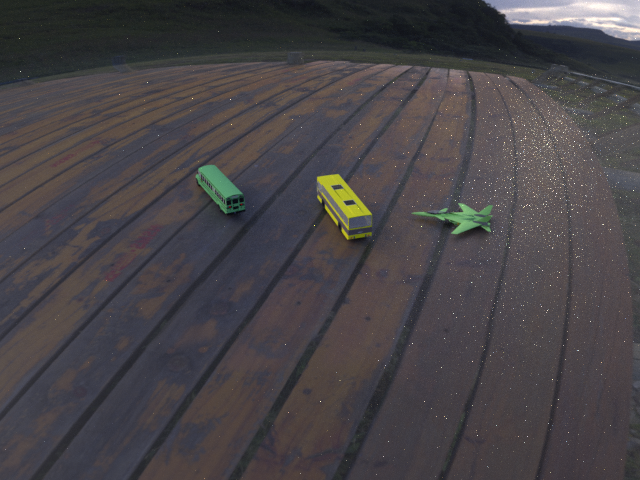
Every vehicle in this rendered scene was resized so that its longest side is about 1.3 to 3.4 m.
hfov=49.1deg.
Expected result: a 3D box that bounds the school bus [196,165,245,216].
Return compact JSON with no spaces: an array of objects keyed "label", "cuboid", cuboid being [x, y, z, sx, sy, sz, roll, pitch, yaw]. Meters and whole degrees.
[{"label":"school bus","cuboid":[-1.826,-0.939,12.572,0.365,0.434,1.708,-14,33,-24]}]

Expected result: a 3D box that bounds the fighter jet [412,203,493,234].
[{"label":"fighter jet","cuboid":[2.230,-0.447,11.853,1.358,0.286,1.147,8,30,13]}]

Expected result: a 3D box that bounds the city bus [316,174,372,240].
[{"label":"city bus","cuboid":[0.391,-0.565,11.885,0.476,0.460,1.674,-9,31,-15]}]
